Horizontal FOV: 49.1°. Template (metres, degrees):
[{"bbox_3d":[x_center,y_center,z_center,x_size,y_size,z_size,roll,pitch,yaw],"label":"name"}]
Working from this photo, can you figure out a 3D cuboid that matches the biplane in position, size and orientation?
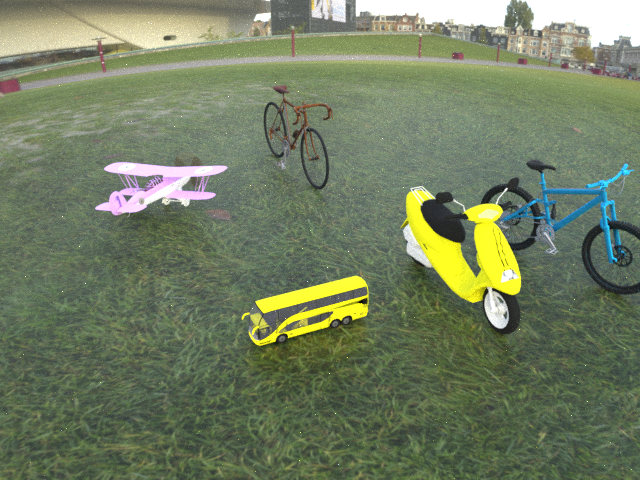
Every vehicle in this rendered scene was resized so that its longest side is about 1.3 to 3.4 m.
[{"bbox_3d":[-2.861,-0.864,12.001,2.598,0.981,2.120,14,31,24],"label":"biplane"}]

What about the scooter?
[{"bbox_3d":[1.899,-0.043,9.574,1.288,1.786,2.721,-12,30,-22],"label":"scooter"}]

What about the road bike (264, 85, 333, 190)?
[{"bbox_3d":[-0.519,-2.114,13.654,0.696,1.656,3.004,-13,30,-23],"label":"road bike"}]

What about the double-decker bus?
[{"bbox_3d":[-0.161,0.919,9.082,1.672,0.541,0.389,-13,30,-23],"label":"double-decker bus"}]

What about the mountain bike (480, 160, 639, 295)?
[{"bbox_3d":[3.562,-0.314,10.195,1.114,1.688,2.857,-24,36,-37],"label":"mountain bike"}]
